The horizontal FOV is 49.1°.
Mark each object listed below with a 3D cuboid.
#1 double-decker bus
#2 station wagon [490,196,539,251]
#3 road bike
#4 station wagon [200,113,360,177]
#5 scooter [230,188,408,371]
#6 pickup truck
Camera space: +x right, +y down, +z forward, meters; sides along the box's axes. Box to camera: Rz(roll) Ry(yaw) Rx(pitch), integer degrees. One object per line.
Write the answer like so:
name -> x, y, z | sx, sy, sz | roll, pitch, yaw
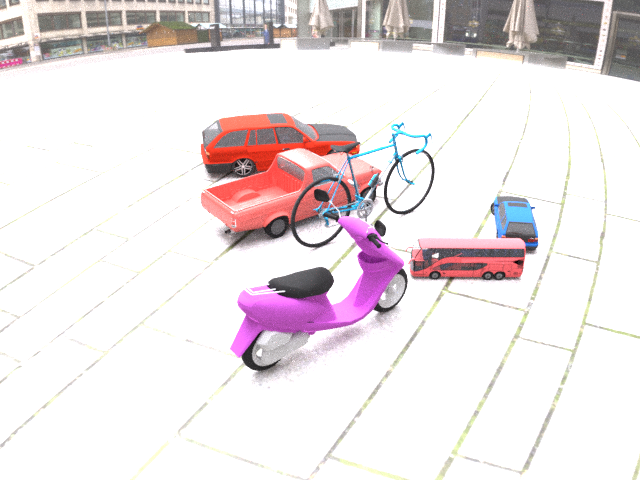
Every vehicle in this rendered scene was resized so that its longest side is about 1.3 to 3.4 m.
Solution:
double-decker bus -> 2.089, 0.260, 10.093 | 1.672, 0.541, 0.389 | 0, 29, 1
station wagon -> 3.152, -0.377, 11.303 | 0.682, 0.473, 1.597 | 4, 29, 7
road bike -> 0.762, -0.905, 11.036 | 3.004, 1.656, 0.696 | -21, 35, -32
station wagon -> -0.764, -1.947, 13.653 | 3.105, 0.920, 1.327 | -6, 30, -11
scooter -> 0.094, 0.467, 8.447 | 2.721, 1.786, 1.288 | -21, 35, -33
pickup truck -> -0.408, -0.910, 11.724 | 3.117, 0.993, 1.244 | -20, 35, -31
